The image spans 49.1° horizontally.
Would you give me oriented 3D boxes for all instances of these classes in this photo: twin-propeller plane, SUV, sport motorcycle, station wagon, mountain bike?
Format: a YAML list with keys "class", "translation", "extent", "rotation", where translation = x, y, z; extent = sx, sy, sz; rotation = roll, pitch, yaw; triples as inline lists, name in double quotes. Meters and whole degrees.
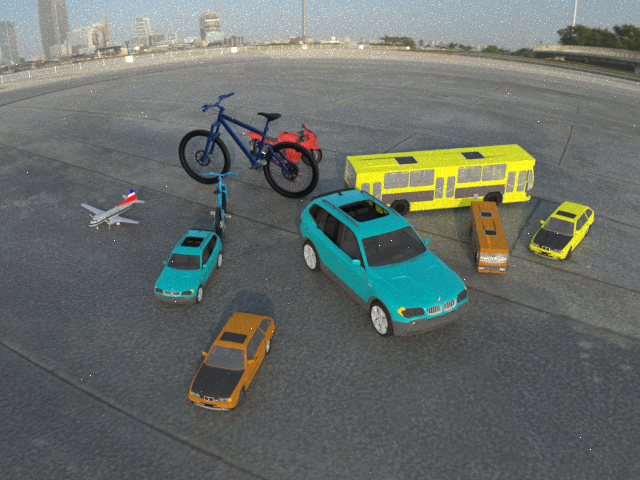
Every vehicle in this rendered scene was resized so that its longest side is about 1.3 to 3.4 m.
- class: "twin-propeller plane"
  translation: [-3.540, -0.522, 11.994]
  extent: [1.370, 0.407, 1.095]
  rotation: [17, 33, 28]
- class: "SUV"
  translation: [0.803, 0.200, 9.904]
  extent: [1.276, 1.128, 3.058]
  rotation: [-15, 32, -25]
- class: "sport motorcycle"
  translation: [-0.706, -1.855, 14.022]
  extent: [1.520, 0.821, 0.506]
  rotation: [-3, 29, -5]
- class: "SUV"
  translation: [-1.894, 0.354, 10.193]
  extent: [0.656, 0.580, 1.572]
  rotation: [5, 29, 8]
- class: "station wagon"
  translation: [3.929, -0.194, 11.318]
  extent: [0.682, 0.473, 1.597]
  rotation: [19, 34, 31]
- class: "mountain bike"
  translation: [-1.660, -0.605, 11.664]
  extent: [0.573, 0.868, 1.469]
  rotation: [-1, 28, -2]
- class: "mountain bike"
  translation: [-1.351, -1.673, 12.775]
  extent: [2.857, 1.688, 1.114]
  rotation: [10, 30, 18]
- class: "station wagon"
  translation: [-1.039, 1.380, 8.411]
  extent: [0.682, 0.473, 1.597]
  rotation: [7, 29, 13]

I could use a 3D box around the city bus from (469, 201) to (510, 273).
- class: "city bus"
  translation: [2.641, -0.056, 11.077]
  extent: [0.476, 0.460, 1.674]
  rotation: [3, 29, 5]

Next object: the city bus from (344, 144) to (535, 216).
- class: "city bus"
  translation: [2.106, -1.044, 12.447]
  extent: [3.255, 0.894, 0.926]
  rotation: [-5, 29, -10]
